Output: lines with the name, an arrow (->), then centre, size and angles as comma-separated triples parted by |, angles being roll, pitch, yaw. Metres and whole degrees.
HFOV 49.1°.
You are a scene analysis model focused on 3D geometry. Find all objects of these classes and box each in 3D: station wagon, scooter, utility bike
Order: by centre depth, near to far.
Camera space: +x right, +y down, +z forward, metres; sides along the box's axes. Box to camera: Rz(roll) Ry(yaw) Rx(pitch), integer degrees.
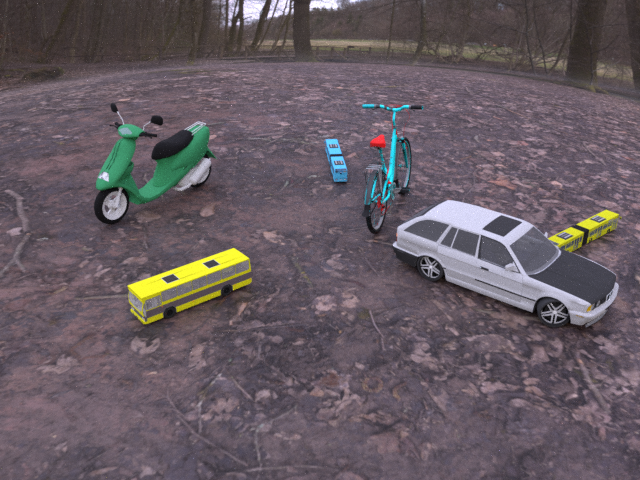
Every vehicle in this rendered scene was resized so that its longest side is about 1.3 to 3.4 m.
station wagon -> 2.572, 0.216, 9.834 | 3.105, 0.920, 1.327 | 21, 34, 34
utility bike -> 1.086, -1.322, 11.769 | 1.039, 1.839, 2.791 | 10, 29, 18
scooter -> -2.840, -1.464, 12.095 | 1.288, 1.786, 2.721 | 20, 33, 32

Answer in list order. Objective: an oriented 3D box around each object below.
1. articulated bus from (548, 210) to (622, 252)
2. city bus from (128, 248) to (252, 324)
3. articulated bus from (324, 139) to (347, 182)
articulated bus -> 4.160, -0.097, 11.107 | 1.749, 0.289, 0.311 | -21, 34, -34
city bus -> -1.746, 0.625, 9.552 | 1.674, 0.460, 0.476 | -21, 34, -34
articulated bus -> 0.317, -1.603, 13.965 | 0.311, 0.289, 1.749 | -2, 28, -5
